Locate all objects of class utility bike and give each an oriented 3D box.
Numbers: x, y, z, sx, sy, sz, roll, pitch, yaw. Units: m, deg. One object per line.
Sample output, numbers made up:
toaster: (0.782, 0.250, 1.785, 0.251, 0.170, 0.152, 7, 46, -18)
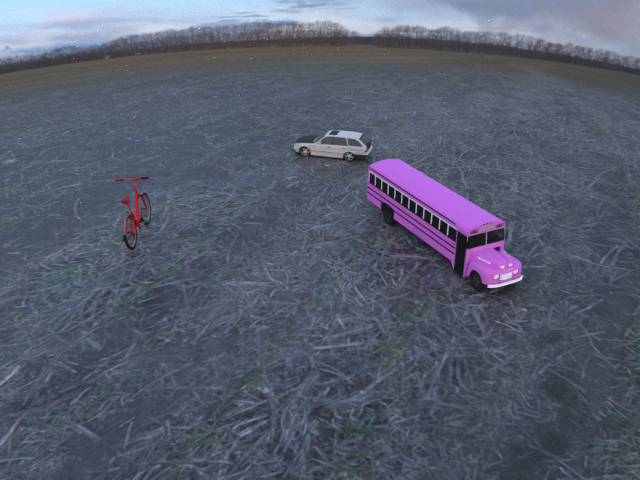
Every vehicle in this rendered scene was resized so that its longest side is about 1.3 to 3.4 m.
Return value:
utility bike: (-2.922, -0.482, 10.894, 0.535, 0.946, 1.435, 1, 27, 2)

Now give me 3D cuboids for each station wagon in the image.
station wagon: (0.259, -1.975, 14.305, 1.597, 0.473, 0.682, 8, 28, 14)

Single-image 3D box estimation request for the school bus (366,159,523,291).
school bus: (1.814, -0.314, 10.678, 0.709, 0.844, 3.322, -13, 30, -23)
